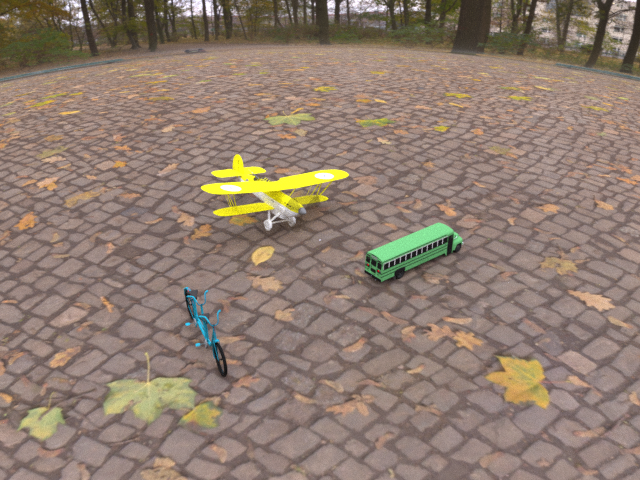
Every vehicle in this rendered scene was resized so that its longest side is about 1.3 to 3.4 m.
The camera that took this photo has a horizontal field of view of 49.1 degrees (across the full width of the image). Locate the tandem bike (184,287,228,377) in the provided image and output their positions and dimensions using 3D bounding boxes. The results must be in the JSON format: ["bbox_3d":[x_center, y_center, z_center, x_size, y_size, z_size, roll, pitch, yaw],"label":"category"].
[{"bbox_3d":[-1.384,0.954,8.320,0.283,0.682,1.642,-13,32,-22],"label":"tandem bike"}]

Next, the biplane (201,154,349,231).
[{"bbox_3d":[-0.812,-0.791,11.117,2.598,0.981,2.120,-20,35,-31],"label":"biplane"}]

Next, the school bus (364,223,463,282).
[{"bbox_3d":[1.390,0.141,10.019,1.708,0.434,0.365,-21,36,-33],"label":"school bus"}]
